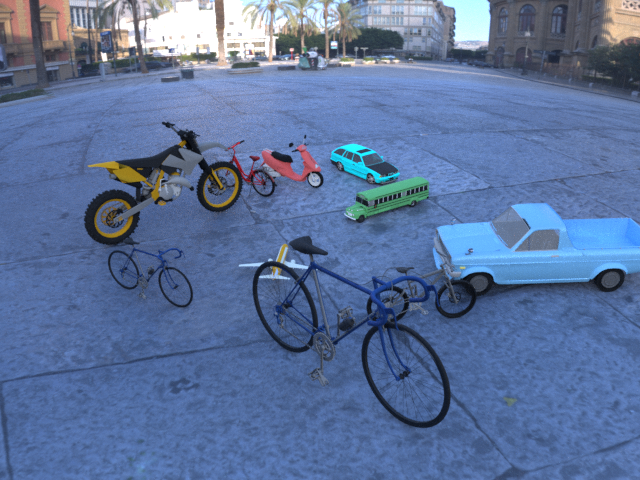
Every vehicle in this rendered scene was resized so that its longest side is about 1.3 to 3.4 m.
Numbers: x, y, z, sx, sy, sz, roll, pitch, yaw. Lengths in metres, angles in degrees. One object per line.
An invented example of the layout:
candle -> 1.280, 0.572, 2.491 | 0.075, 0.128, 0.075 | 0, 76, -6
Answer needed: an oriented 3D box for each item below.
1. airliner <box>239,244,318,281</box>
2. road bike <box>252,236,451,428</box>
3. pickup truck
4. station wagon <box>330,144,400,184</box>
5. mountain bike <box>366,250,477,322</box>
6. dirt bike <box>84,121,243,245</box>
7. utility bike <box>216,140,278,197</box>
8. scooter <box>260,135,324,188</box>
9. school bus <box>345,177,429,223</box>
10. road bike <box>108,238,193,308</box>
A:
airliner -> -0.597, 0.250, 10.310 | 1.161, 0.429, 1.307 | 3, 26, 5
road bike -> 0.211, 0.863, 7.612 | 0.697, 1.656, 3.004 | -23, 34, -39
pickup truck -> 3.234, 0.056, 10.063 | 3.117, 0.993, 1.244 | -2, 26, -3
station wagon -> 0.897, -1.553, 14.022 | 0.682, 0.473, 1.597 | -18, 31, -33
mountain bike -> 1.316, 0.661, 8.945 | 1.469, 0.868, 0.573 | -4, 26, -9
dirt bike -> -2.508, -0.980, 11.446 | 2.903, 1.666, 1.024 | -20, 32, -35
utility bike -> -1.413, -1.301, 12.949 | 1.435, 0.946, 0.535 | 15, 30, 29
scooter -> -0.558, -1.523, 13.444 | 1.399, 0.919, 0.662 | 12, 28, 24
school bus -> 1.184, -0.722, 12.334 | 1.708, 0.434, 0.365 | -17, 30, -32
road bike -> -2.332, 0.409, 9.490 | 1.545, 0.852, 0.358 | 15, 29, 28
